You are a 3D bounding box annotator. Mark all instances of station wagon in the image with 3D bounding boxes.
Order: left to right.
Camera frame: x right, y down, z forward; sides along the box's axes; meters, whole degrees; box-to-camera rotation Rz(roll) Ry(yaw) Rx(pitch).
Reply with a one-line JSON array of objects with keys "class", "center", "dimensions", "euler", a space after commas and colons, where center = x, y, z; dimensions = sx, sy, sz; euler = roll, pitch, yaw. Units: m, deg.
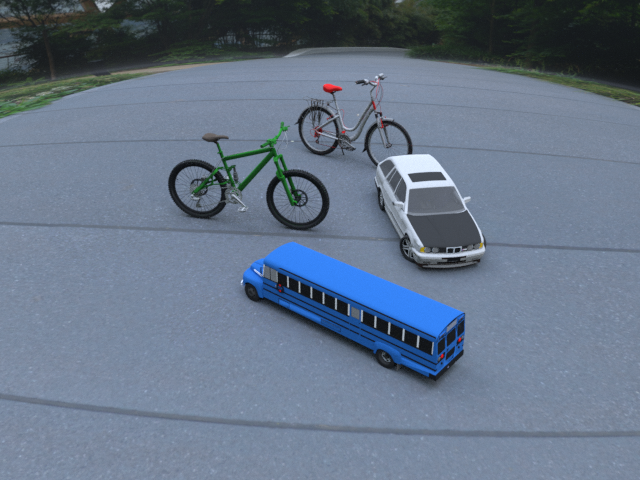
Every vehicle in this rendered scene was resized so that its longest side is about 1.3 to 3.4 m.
[{"class": "station wagon", "center": [1.776, -0.618, 11.717], "dimensions": [1.327, 0.920, 3.105], "euler": [-4, 29, -7]}]

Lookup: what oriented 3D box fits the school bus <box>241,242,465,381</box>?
[{"class": "school bus", "center": [0.288, 0.802, 9.225], "dimensions": [3.322, 0.844, 0.709], "euler": [22, 36, 34]}]

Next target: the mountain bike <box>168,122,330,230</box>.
[{"class": "mountain bike", "center": [-1.232, -1.026, 11.662], "dimensions": [2.857, 1.688, 1.114], "euler": [7, 30, 12]}]

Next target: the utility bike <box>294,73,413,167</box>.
[{"class": "utility bike", "center": [0.683, -2.474, 14.126], "dimensions": [2.791, 1.839, 1.039], "euler": [18, 33, 29]}]
